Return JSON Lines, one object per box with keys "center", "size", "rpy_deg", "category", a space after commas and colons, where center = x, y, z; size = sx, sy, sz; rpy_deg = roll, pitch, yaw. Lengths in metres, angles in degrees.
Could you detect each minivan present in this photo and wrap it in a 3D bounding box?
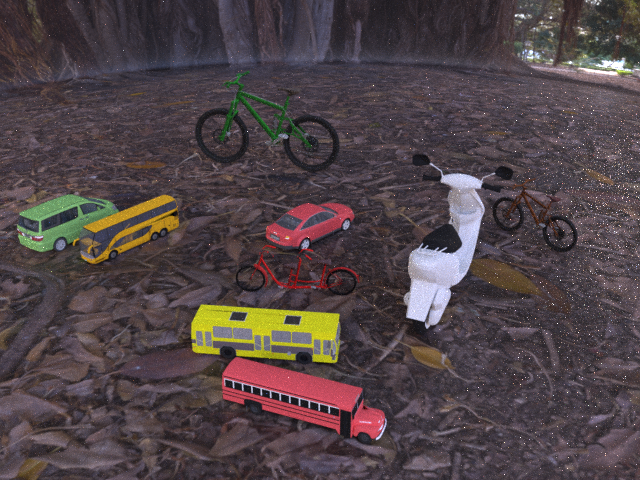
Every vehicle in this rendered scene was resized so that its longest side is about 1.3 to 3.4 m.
{"center": [-3.823, -0.342, 10.728], "size": [0.681, 0.616, 1.548], "rpy_deg": [18, 32, 31], "category": "minivan"}

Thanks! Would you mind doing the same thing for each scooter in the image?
{"center": [1.651, -0.070, 8.917], "size": [1.288, 1.786, 2.721], "rpy_deg": [12, 29, 21], "category": "scooter"}

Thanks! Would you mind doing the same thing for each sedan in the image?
{"center": [-0.124, -0.295, 10.781], "size": [0.635, 0.483, 1.613], "rpy_deg": [23, 35, 38], "category": "sedan"}

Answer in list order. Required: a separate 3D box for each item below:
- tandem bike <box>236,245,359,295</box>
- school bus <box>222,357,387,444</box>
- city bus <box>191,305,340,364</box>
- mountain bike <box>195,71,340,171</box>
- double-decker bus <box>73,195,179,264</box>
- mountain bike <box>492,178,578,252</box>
{"center": [-0.302, 0.413, 9.184], "size": [1.642, 0.682, 0.283], "rpy_deg": [2, 27, 4], "category": "tandem bike"}
{"center": [-0.165, 1.614, 7.115], "size": [1.708, 0.434, 0.365], "rpy_deg": [10, 29, 19], "category": "school bus"}
{"center": [-0.615, 1.098, 8.093], "size": [1.674, 0.460, 0.476], "rpy_deg": [3, 27, 6], "category": "city bus"}
{"center": [-1.022, -2.167, 13.109], "size": [2.857, 1.688, 1.114], "rpy_deg": [7, 28, 13], "category": "mountain bike"}
{"center": [-2.849, -0.162, 10.459], "size": [0.389, 0.541, 1.672], "rpy_deg": [20, 34, 34], "category": "double-decker bus"}
{"center": [3.230, -0.383, 10.532], "size": [0.573, 0.868, 1.469], "rpy_deg": [-22, 34, -36], "category": "mountain bike"}
